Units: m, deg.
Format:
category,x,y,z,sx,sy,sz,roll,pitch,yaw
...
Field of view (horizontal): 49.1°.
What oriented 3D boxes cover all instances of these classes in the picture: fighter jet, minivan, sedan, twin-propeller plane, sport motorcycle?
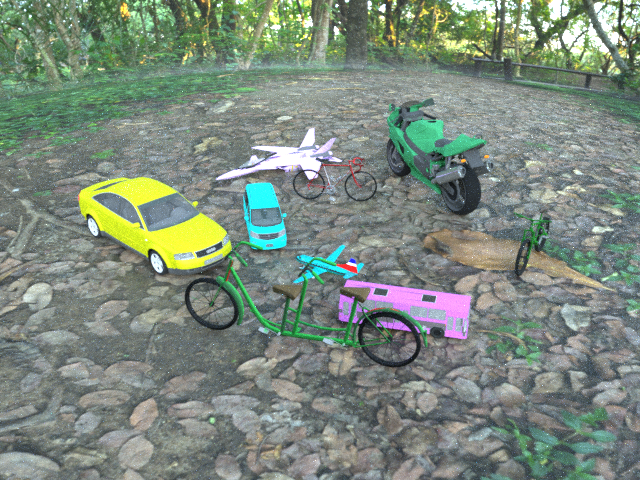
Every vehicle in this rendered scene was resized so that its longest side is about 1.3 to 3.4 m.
category,x,y,z,sx,sy,sz,roll,pitch,yaw
fighter jet,-0.939,-1.670,14.171,2.640,0.557,2.229,-18,32,-31
minivan,-0.933,-0.403,11.613,0.681,0.616,1.548,-5,27,-9
sedan,-2.690,-0.367,11.184,3.137,0.940,1.235,23,35,38
twin-propeller plane,0.087,0.341,10.380,1.095,0.407,1.370,16,31,29
sport motorcycle,2.043,-1.588,12.862,0.983,1.596,2.955,-12,29,-23

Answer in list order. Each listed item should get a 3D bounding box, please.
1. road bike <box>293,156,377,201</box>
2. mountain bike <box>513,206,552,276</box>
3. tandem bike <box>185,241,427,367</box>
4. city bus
category,x,y,z,sx,sy,sz,roll,pitch,yaw
road bike,0.270,-1.112,12.747,1.545,0.852,0.358,2,27,5
mountain bike,3.256,-0.053,10.646,0.573,0.868,1.469,17,31,29
tandem bike,-0.254,0.771,8.519,3.192,1.326,0.550,9,28,17
city bus,1.106,0.921,9.179,1.674,0.460,0.476,7,28,13
